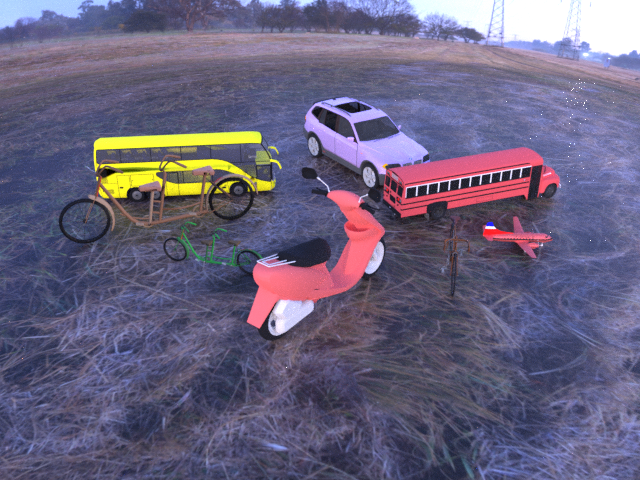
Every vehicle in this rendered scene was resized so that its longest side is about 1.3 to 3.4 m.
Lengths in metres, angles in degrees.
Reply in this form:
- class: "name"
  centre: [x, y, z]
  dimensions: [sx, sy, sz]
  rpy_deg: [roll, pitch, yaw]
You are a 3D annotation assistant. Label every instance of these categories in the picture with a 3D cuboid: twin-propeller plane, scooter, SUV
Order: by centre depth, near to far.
- class: "scooter"
  centre: [0.062, 0.115, 9.118]
  dimensions: [1.288, 1.786, 2.721]
  rpy_deg: [22, 35, 34]
- class: "twin-propeller plane"
  centre: [3.099, -0.089, 10.942]
  dimensions: [1.095, 0.407, 1.370]
  rpy_deg: [1, 28, 2]
- class: "SUV"
  centre: [0.853, -1.985, 13.688]
  dimensions: [1.276, 1.128, 3.058]
  rpy_deg: [-17, 33, -29]

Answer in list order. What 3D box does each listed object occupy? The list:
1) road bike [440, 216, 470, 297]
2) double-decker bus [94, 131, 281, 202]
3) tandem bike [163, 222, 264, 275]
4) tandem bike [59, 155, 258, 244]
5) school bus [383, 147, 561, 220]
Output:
- class: "road bike"
  centre: [1.912, 0.150, 10.035]
  dimensions: [0.358, 0.852, 1.545]
  rpy_deg: [4, 29, 7]
- class: "double-decker bus"
  centre: [-2.340, -1.340, 12.576]
  dimensions: [3.251, 1.052, 0.756]
  rpy_deg: [-3, 29, -6]
- class: "tandem bike"
  centre: [-1.585, 0.117, 10.274]
  dimensions: [1.642, 0.682, 0.283]
  rpy_deg: [9, 30, 16]
- class: "tandem bike"
  centre: [-2.532, -0.732, 11.165]
  dimensions: [3.192, 1.326, 0.550]
  rpy_deg: [-10, 30, -18]
- class: "school bus"
  centre: [2.732, -1.018, 12.200]
  dimensions: [3.322, 0.844, 0.709]
  rpy_deg: [-11, 30, -19]
